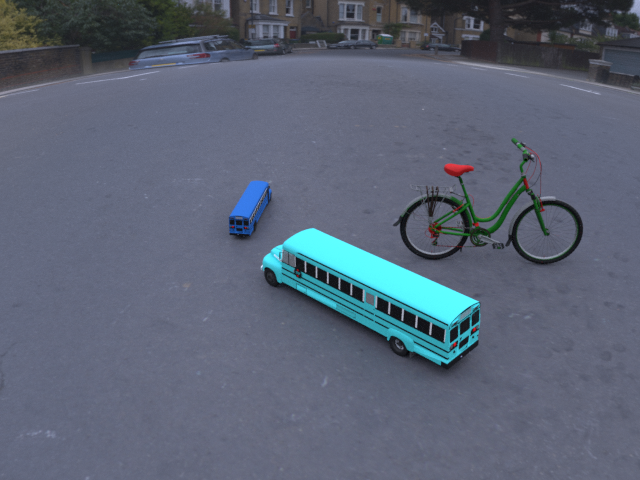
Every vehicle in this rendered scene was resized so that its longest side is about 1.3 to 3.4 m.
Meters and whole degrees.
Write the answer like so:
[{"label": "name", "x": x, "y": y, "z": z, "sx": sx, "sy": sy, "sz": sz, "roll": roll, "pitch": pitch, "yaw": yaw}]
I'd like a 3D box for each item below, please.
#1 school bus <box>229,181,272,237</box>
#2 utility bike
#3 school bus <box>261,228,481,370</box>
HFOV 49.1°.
[{"label": "school bus", "x": -1.153, "y": -0.582, "z": 11.880, "sx": 0.365, "sy": 0.434, "sz": 1.708, "roll": 4, "pitch": 29, "yaw": 8}, {"label": "utility bike", "x": 2.495, "y": -0.553, "z": 10.347, "sx": 2.791, "sy": 1.839, "sz": 1.039, "roll": 2, "pitch": 28, "yaw": 5}, {"label": "school bus", "x": 0.506, "y": 0.626, "z": 9.207, "sx": 3.322, "sy": 0.844, "sz": 0.709, "roll": 24, "pitch": 37, "yaw": 38}]
